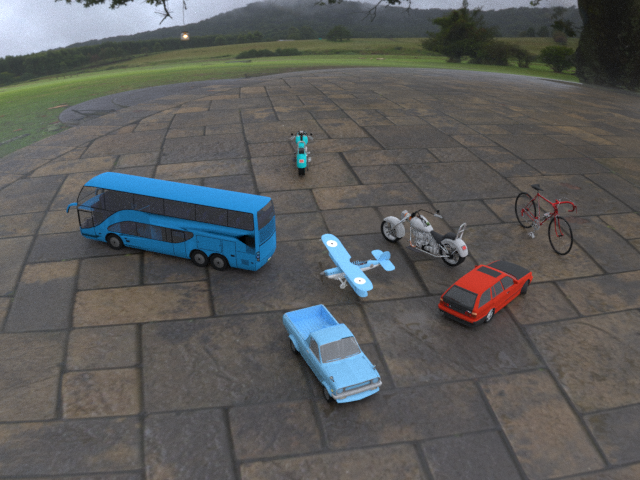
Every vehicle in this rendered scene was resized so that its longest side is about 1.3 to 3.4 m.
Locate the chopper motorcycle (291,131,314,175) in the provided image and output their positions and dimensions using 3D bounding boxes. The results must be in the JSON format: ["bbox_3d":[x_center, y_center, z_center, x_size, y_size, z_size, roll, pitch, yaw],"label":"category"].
[{"bbox_3d":[-0.356,-1.812,13.713,0.466,0.761,1.563,-1,28,-1],"label":"chopper motorcycle"}]

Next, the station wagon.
[{"bbox_3d":[2.261,0.612,9.382,0.682,0.473,1.597,23,36,37],"label":"station wagon"}]

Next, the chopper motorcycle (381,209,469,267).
[{"bbox_3d":[1.545,-0.131,10.494,0.466,0.761,1.563,-24,36,-38],"label":"chopper motorcycle"}]

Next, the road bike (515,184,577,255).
[{"bbox_3d":[3.473,-0.386,10.885,0.358,0.852,1.545,-8,29,-16],"label":"road bike"}]

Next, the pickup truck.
[{"bbox_3d":[0.104,1.242,8.136,0.640,0.511,1.603,-12,30,-21],"label":"pickup truck"}]

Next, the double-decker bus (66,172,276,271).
[{"bbox_3d":[-2.238,-0.311,10.524,3.251,1.052,0.756,10,29,18],"label":"double-decker bus"}]

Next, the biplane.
[{"bbox_3d":[0.507,0.389,9.776,1.090,0.504,1.336,-12,30,-21],"label":"biplane"}]
